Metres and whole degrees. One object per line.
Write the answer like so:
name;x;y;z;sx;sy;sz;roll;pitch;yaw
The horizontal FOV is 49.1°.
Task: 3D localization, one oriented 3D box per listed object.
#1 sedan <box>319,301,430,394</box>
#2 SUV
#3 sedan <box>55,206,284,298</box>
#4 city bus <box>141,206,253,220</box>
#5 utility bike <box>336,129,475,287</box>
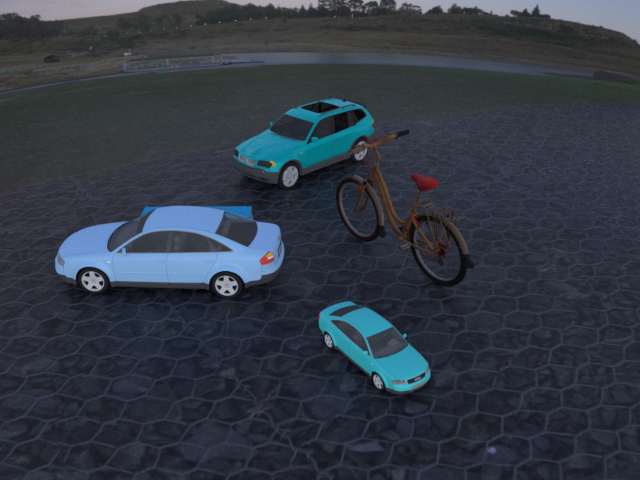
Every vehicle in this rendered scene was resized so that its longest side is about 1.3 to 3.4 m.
sedan;0.599;1.158;8.000;0.635;0.483;1.613;-17;32;-30
SUV;-0.252;-1.929;13.314;1.276;1.128;3.058;24;36;39
sedan;-2.065;0.076;9.610;3.137;0.940;1.235;1;27;3
city bus;-1.871;-0.223;10.719;1.674;0.460;0.476;0;27;-1
utility bike;1.025;-0.465;9.679;1.039;1.839;2.791;-19;33;-33
